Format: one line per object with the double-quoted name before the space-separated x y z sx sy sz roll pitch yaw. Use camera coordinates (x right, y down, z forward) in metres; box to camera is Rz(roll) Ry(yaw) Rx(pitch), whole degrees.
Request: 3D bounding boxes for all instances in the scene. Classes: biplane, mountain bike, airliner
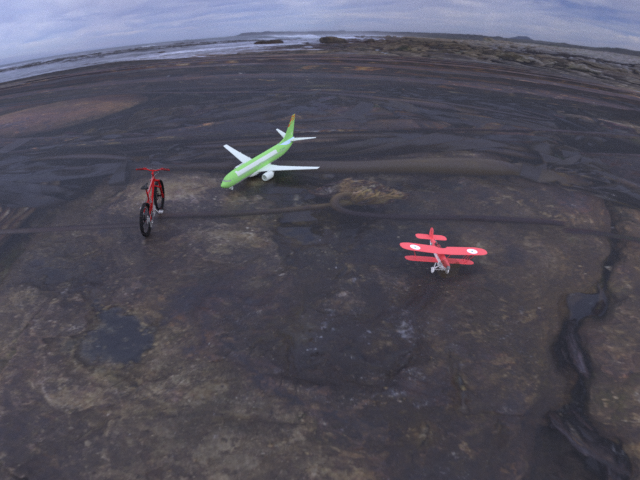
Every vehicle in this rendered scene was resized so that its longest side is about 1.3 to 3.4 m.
"biplane" 1.812 0.175 10.569 1.336 0.504 1.090 -4 29 -6
"mountain bike" -2.820 -0.689 11.743 0.573 0.868 1.469 1 29 2
"airliner" -1.142 -1.707 13.600 2.257 0.835 2.541 16 33 27
